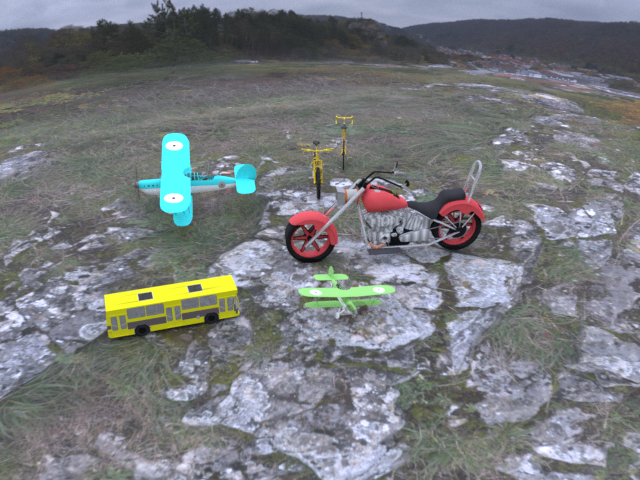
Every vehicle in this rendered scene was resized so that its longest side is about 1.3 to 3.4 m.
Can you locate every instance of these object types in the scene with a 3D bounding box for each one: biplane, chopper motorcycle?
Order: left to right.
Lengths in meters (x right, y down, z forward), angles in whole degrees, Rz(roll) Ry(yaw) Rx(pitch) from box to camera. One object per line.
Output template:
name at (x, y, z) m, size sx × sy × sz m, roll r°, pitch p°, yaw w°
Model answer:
biplane at (-2.141, -0.961, 12.006) m, size 2.120 × 0.981 × 2.598 m, roll -4°, pitch 28°, yaw -8°
biplane at (0.310, 0.713, 9.327) m, size 1.336 × 0.504 × 1.090 m, roll -9°, pitch 29°, yaw -16°
chopper motorcycle at (0.987, -0.429, 10.456) m, size 3.040 × 1.480 × 0.906 m, roll -3°, pitch 28°, yaw -6°

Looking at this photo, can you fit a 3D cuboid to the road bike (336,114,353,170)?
road bike at (0.484, -2.022, 14.167) m, size 0.358 × 0.852 × 1.545 m, roll 1°, pitch 28°, yaw 2°

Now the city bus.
city bus at (-1.909, 0.871, 9.075) m, size 1.674 × 0.460 × 0.476 m, roll -9°, pitch 29°, yaw -16°

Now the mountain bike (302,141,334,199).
mountain bike at (-0.055, -1.366, 12.900) m, size 0.573 × 0.868 × 1.469 m, roll -1°, pitch 28°, yaw -3°
